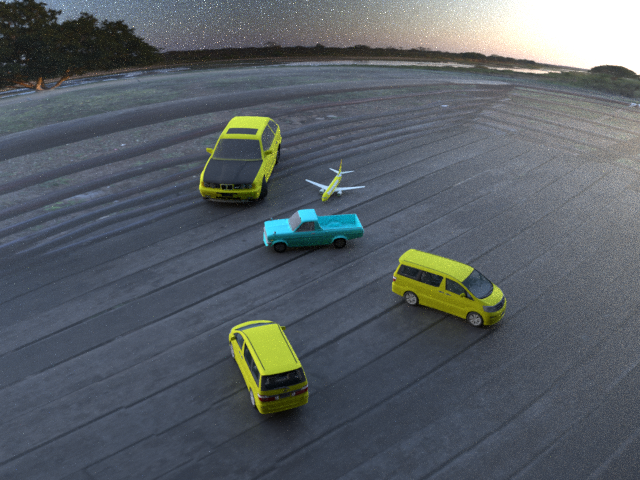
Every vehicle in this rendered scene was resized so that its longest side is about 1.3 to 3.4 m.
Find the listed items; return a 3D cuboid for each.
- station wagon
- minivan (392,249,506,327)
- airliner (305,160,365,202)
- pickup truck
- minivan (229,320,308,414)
[{"bbox_3d":[-1.512,-1.679,13.707,1.327,0.920,3.105,2,27,5],"label":"station wagon"},{"bbox_3d":[1.772,0.633,9.554,1.548,0.616,0.681,17,32,29],"label":"minivan"},{"bbox_3d":[0.242,-1.096,13.112,1.161,0.429,1.307,8,28,15],"label":"airliner"},{"bbox_3d":[-0.114,-0.195,11.275,1.603,0.511,0.640,-4,28,-8],"label":"pickup truck"},{"bbox_3d":[-0.635,1.350,8.163,0.681,0.616,1.548,-9,29,-18],"label":"minivan"}]
